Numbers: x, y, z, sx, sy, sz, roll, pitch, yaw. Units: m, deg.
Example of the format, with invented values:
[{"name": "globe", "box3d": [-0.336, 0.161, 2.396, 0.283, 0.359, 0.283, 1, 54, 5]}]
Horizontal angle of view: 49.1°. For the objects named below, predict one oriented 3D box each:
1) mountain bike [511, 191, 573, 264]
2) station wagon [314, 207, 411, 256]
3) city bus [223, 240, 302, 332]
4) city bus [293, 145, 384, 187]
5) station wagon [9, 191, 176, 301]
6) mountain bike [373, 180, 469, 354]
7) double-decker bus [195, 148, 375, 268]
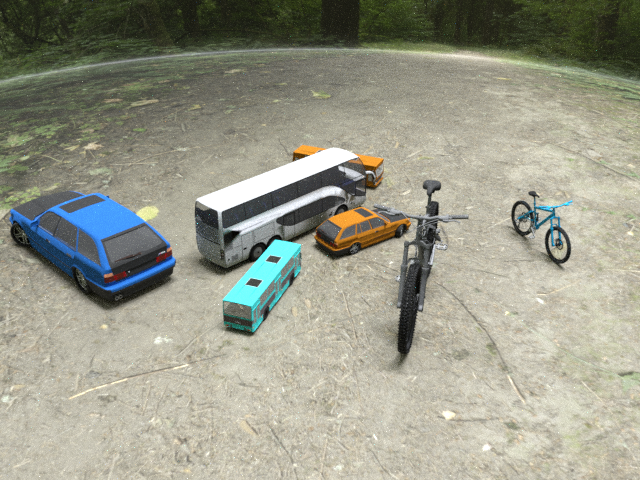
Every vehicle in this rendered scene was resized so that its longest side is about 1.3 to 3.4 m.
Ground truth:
[{"name": "mountain bike", "box3d": [3.343, -0.271, 10.594, 0.573, 0.868, 1.469, -10, 31, -17]}, {"name": "station wagon", "box3d": [0.699, -0.231, 10.928, 1.597, 0.473, 0.682, -19, 35, -31]}, {"name": "city bus", "box3d": [-0.743, 0.605, 9.449, 0.476, 0.460, 1.674, 10, 31, 18]}, {"name": "city bus", "box3d": [0.328, -1.356, 12.949, 1.674, 0.460, 0.476, 13, 32, 21]}, {"name": "station wagon", "box3d": [-3.473, -0.159, 10.341, 3.105, 0.920, 1.327, 25, 38, 37]}, {"name": "mountain bike", "box3d": [1.309, 0.144, 9.015, 1.114, 1.688, 2.857, 8, 30, 13]}, {"name": "double-decker bus", "box3d": [-0.479, -0.594, 10.984, 0.756, 1.052, 3.251, 26, 38, 38]}]
